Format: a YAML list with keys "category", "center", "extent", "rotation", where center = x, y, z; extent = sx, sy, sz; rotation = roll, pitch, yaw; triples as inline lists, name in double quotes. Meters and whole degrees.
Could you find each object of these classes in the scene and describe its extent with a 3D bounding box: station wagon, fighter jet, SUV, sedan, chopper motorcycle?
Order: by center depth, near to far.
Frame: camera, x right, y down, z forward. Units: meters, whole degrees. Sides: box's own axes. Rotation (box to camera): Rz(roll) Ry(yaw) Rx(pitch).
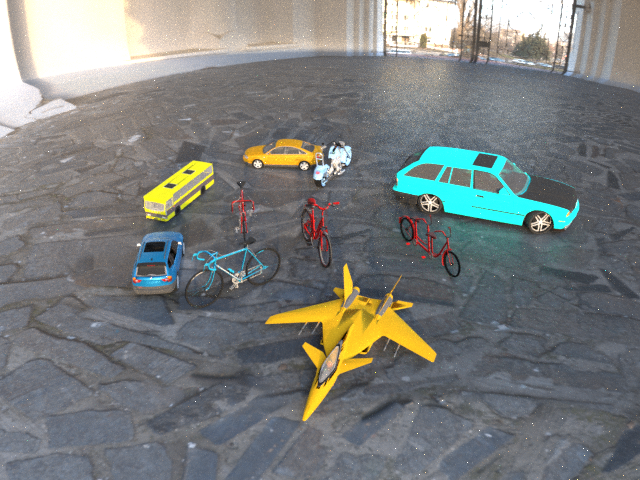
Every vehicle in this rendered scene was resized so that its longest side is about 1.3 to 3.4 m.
- category: "fighter jet"
  center: [0.285, 1.215, 8.615]
  extent: [2.229, 0.557, 2.640]
  rotation: [10, 31, 18]
- category: "SUV"
  center: [-2.378, 0.246, 10.313]
  extent: [0.656, 0.580, 1.572]
  rotation: [-2, 29, -4]
- category: "station wagon"
  center: [2.873, -0.948, 12.089]
  extent: [3.105, 0.920, 1.327]
  rotation: [12, 32, 20]
- category: "chopper motorcycle"
  center: [0.267, -1.550, 13.319]
  extent: [0.466, 0.761, 1.563]
  rotation: [12, 32, 21]
- category: "sedan"
  center: [-0.730, -1.732, 13.926]
  extent: [1.613, 0.483, 0.635]
  rotation: [2, 29, 4]

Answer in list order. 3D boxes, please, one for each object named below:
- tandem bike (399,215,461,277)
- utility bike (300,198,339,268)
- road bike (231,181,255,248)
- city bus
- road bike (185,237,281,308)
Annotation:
- category: "tandem bike"
  center: [1.663, -0.036, 10.710]
  extent: [0.283, 0.682, 1.642]
  rotation: [-14, 32, -23]
- category: "utility bike"
  center: [-0.021, -0.237, 10.799]
  extent: [0.535, 0.946, 1.435]
  rotation: [-10, 31, -17]
- category: "road bike"
  center: [-1.243, -0.458, 11.288]
  extent: [0.358, 0.852, 1.545]
  rotation: [-4, 30, -6]
- category: "city bus"
  center: [-2.472, -0.874, 12.425]
  extent: [0.476, 0.460, 1.674]
  rotation: [11, 31, 18]
- category: "road bike"
  center: [-1.195, 0.412, 9.742]
  extent: [1.545, 0.852, 0.358]
  rotation: [-20, 35, -31]
